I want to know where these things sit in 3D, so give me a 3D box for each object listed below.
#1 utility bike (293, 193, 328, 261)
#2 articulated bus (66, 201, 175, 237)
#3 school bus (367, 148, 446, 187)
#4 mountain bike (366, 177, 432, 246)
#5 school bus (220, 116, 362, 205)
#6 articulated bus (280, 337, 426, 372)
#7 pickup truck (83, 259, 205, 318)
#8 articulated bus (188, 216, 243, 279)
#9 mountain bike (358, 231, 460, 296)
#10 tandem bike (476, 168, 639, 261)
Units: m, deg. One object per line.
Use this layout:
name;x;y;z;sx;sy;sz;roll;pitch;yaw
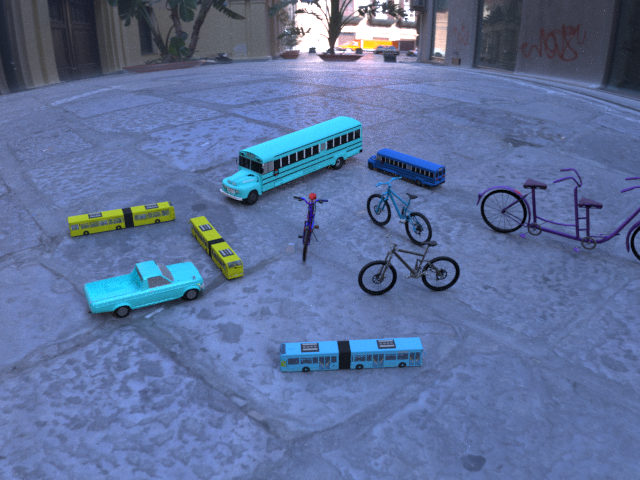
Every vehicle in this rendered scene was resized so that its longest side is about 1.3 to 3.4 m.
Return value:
utility bike;-0.126;-0.323;11.018;0.535;0.946;1.435;2;28;4
articulated bus;-3.337;-0.362;11.788;1.749;0.289;0.311;-11;30;-19
school bus;1.640;-1.428;13.629;1.708;0.434;0.365;24;36;37
mountain bike;1.280;-0.480;11.395;0.573;0.868;1.469;-21;35;-34
school bus;-0.495;-1.580;13.478;0.709;0.844;3.322;24;36;37
articulated bus;0.387;1.392;8.506;1.749;0.289;0.311;-2;28;-4
pickup truck;-2.436;0.620;9.716;1.603;0.511;0.640;-13;31;-23
articulated bus;-1.636;0.093;10.938;0.311;0.289;1.749;-14;31;-24
mountain bike;1.259;0.368;9.808;1.469;0.868;0.573;-3;28;-6
tandem bike;4.000;-0.453;10.858;3.192;1.326;0.550;15;32;26
